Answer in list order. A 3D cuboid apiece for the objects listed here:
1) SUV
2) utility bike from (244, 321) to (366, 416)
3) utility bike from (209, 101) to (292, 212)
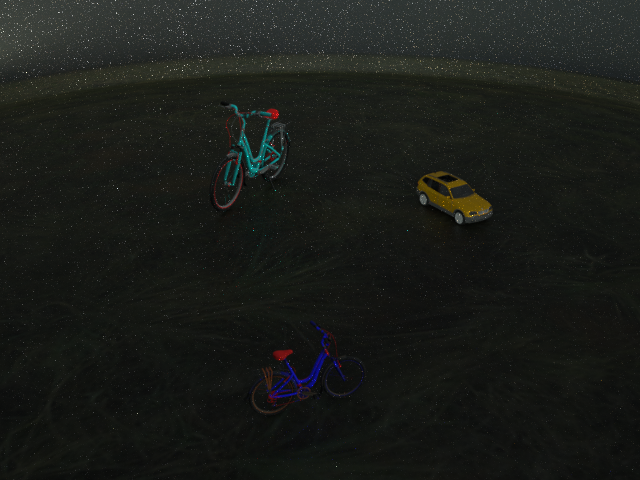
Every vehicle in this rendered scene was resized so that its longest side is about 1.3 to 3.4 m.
[{"bbox_3d":[2.395,-0.790,12.564,0.656,0.580,1.572,-15,30,-28],"label":"SUV"},{"bbox_3d":[-0.169,1.421,7.735,1.435,0.946,0.535,-9,28,-18],"label":"utility bike"},{"bbox_3d":[-1.147,-1.679,12.936,1.039,1.839,2.791,13,29,24],"label":"utility bike"}]
